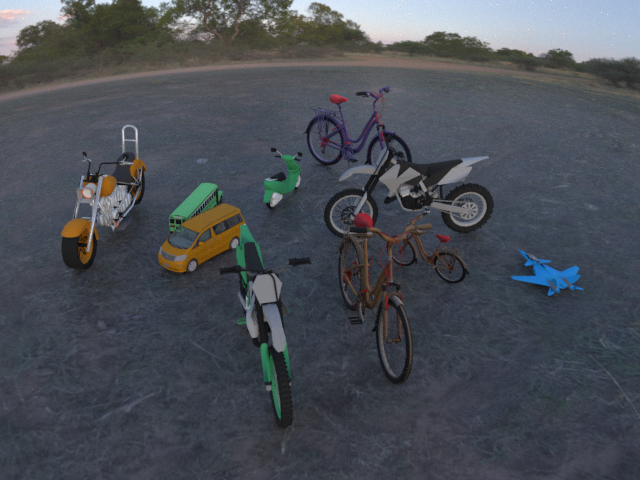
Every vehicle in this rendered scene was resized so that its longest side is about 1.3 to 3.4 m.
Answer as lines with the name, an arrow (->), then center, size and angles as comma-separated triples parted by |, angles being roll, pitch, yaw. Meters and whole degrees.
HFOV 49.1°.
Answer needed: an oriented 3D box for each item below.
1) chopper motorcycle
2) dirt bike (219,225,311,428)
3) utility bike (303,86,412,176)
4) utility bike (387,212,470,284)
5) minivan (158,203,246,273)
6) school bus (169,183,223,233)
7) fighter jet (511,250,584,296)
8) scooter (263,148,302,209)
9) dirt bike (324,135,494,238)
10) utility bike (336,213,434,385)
chopper motorcycle -> -3.589, -0.780, 11.697 | 0.906, 1.480, 3.040 | 3, 28, 6
dirt bike -> -0.687, 0.840, 8.429 | 1.024, 1.666, 2.903 | -7, 29, -13
utility bike -> 0.770, -2.227, 14.052 | 2.791, 1.839, 1.039 | 22, 35, 36
utility bike -> 1.590, 0.140, 10.527 | 1.435, 0.946, 0.535 | 20, 34, 32
minivan -> -1.888, -0.041, 11.223 | 0.681, 0.616, 1.548 | 20, 34, 33
school bus -> -2.174, -0.598, 12.472 | 0.365, 0.434, 1.708 | 6, 28, 12
fighter jet -> 3.416, 0.386, 10.767 | 1.147, 0.286, 1.358 | -8, 29, -15
scooter -> -0.688, -1.192, 13.079 | 0.662, 0.919, 1.399 | 12, 30, 22
dirt bike -> 1.505, -0.804, 11.543 | 2.903, 1.666, 1.024 | -4, 28, -7
utility bike -> 0.752, 0.453, 8.977 | 1.039, 1.839, 2.791 | -7, 29, -14
